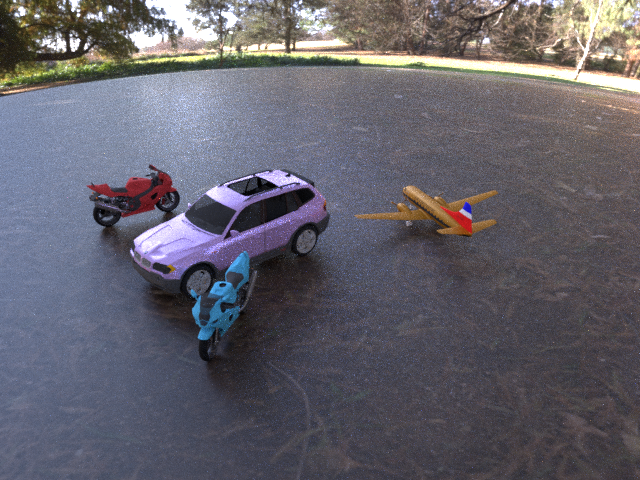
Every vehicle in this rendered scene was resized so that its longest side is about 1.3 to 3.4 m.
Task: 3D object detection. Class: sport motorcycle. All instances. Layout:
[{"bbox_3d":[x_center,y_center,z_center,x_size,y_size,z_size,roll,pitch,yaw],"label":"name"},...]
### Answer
[{"bbox_3d":[-1.164,0.798,8.608,0.506,0.821,1.520,7,28,13],"label":"sport motorcycle"},{"bbox_3d":[-3.057,-0.723,11.598,1.520,0.821,0.506,-16,31,-29],"label":"sport motorcycle"}]

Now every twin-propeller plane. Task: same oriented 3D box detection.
[{"bbox_3d":[1.866,-0.568,11.325,2.663,0.792,2.129,-11,29,-20],"label":"twin-propeller plane"}]

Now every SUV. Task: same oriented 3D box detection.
[{"bbox_3d":[-1.266,-0.207,10.244,3.058,1.128,1.276,-21,34,-36],"label":"SUV"}]
